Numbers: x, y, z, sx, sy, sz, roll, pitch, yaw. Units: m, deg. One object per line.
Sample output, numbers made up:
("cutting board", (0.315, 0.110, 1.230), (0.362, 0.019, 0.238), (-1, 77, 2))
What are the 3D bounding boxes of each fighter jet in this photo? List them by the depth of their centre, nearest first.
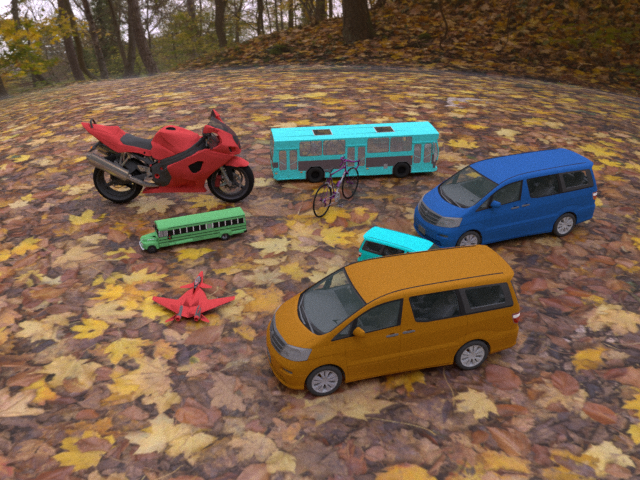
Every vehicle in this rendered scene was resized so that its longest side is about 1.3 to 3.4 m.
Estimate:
("fighter jet", (-1.754, 0.694, 9.783), (1.147, 0.286, 1.358), (0, 27, 0))

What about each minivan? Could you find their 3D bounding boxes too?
("minivan", (0.851, 0.889, 8.407), (3.011, 1.197, 1.324), (-7, 28, -13))
("minivan", (1.330, 0.295, 10.199), (1.548, 0.616, 0.681), (16, 31, 28))
("minivan", (3.025, -0.684, 11.471), (3.011, 1.197, 1.324), (-10, 29, -19))

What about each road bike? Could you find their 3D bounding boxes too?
("road bike", (0.301, -0.973, 12.412), (0.358, 0.852, 1.545), (16, 31, 29))

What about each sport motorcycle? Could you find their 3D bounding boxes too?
("sport motorcycle", (-2.661, -1.412, 12.452), (2.955, 1.596, 0.983), (0, 27, 0))

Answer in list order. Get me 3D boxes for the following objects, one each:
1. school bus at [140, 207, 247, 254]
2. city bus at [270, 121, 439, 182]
("school bus", (-2.051, -0.169, 11.303), (1.708, 0.434, 0.365), (-11, 29, -20))
("city bus", (0.663, -1.733, 13.845), (3.255, 0.894, 0.926), (-4, 27, -7))
